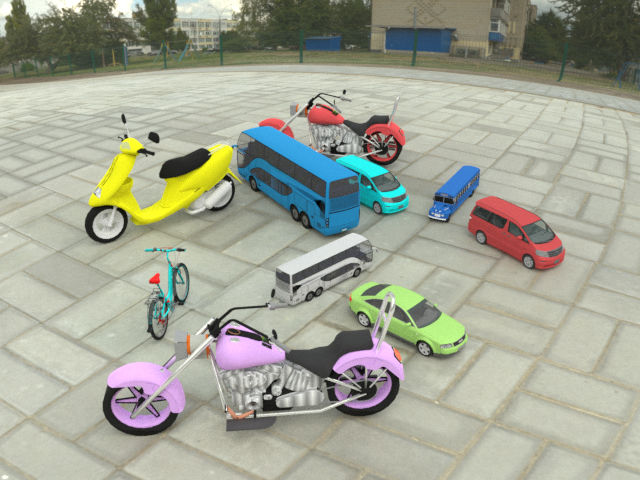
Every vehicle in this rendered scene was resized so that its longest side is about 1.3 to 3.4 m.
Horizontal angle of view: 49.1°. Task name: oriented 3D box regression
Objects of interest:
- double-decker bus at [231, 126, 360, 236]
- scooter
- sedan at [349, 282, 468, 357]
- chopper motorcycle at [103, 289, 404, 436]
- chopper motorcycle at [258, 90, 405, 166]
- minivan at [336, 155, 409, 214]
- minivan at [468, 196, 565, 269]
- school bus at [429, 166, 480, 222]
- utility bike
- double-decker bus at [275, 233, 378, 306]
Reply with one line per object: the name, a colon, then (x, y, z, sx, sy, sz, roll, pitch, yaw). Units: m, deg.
double-decker bus: (-0.481, -1.105, 11.988, 0.756, 1.052, 3.251, -16, 32, -28)
scooter: (-2.474, -1.051, 11.085, 2.721, 1.786, 1.288, -19, 33, -32)
sedan: (1.081, 0.923, 8.695, 1.613, 0.483, 0.635, 23, 35, 37)
chopper motorcycle: (-0.653, 1.238, 7.005, 3.040, 1.480, 0.906, -3, 28, -5)
chopper motorcycle: (0.172, -2.233, 13.698, 3.040, 1.480, 0.906, 7, 28, 14)
minivan: (0.874, -0.978, 12.215, 0.681, 0.616, 1.548, -20, 34, -34)
minivan: (2.971, -0.124, 10.569, 0.681, 0.616, 1.548, -18, 32, -30)
school bus: (2.330, -0.810, 12.089, 0.365, 0.434, 1.708, 14, 31, 26)
utility bike: (-1.969, 0.592, 8.830, 0.535, 0.946, 1.435, 4, 28, 8)
double-decker bus: (0.102, 0.372, 9.695, 1.672, 0.541, 0.389, -24, 36, -38)
